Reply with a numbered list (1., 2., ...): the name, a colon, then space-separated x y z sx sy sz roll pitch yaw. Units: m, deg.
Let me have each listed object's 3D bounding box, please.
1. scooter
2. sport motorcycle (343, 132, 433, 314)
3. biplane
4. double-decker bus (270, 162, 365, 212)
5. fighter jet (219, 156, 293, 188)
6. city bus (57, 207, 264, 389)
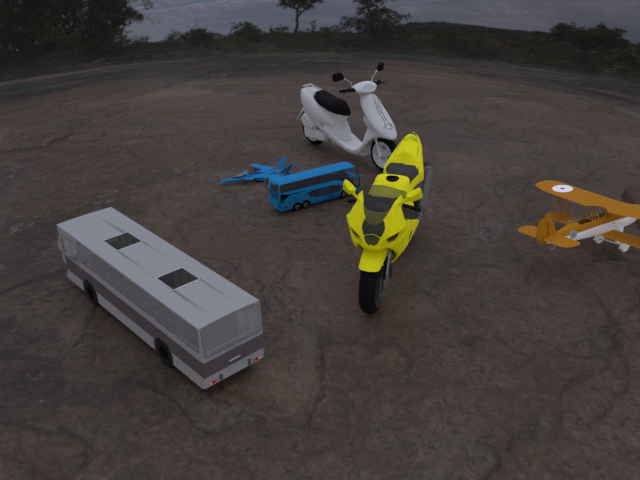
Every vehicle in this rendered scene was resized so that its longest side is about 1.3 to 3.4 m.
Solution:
1. scooter: 0.500 -2.418 13.190 1.288 1.786 2.721 -23 35 -36
2. sport motorcycle: 0.960 -0.309 9.421 0.983 1.596 2.955 8 29 14
3. biplane: 3.824 -0.238 9.944 2.120 0.981 2.598 -15 31 -25
4. double-decker bus: -0.046 -0.901 11.661 1.672 0.541 0.389 -17 32 -28
5. fighter jet: -1.157 -1.204 12.504 1.358 0.286 1.147 -11 30 -19
6. city bus: -2.019 0.609 8.441 0.926 0.894 3.255 -24 36 -37
